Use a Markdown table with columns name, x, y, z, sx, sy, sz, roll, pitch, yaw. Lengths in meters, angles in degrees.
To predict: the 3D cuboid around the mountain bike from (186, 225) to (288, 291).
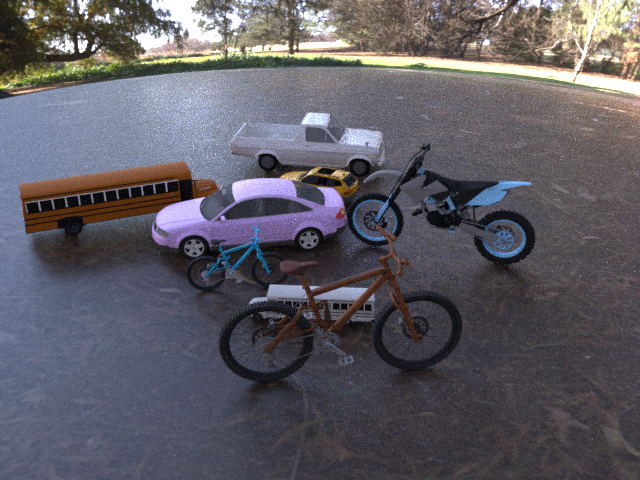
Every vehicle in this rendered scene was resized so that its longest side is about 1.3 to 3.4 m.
| name | x | y | z | sx | sy | sz | roll | pitch | yaw |
| --- | --- | --- | --- | --- | --- | --- | --- | --- | --- |
| mountain bike | -1.169 | 0.317 | 9.930 | 1.469 | 0.868 | 0.573 | -3 | 28 | -6 |

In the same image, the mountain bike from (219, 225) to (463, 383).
| name | x | y | z | sx | sy | sz | roll | pitch | yaw |
| --- | --- | --- | --- | --- | --- | --- | --- | --- | --- |
| mountain bike | 0.264 | 0.860 | 7.989 | 2.857 | 1.688 | 1.114 | -3 | 28 | -6 |

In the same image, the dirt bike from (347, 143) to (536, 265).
| name | x | y | z | sx | sy | sz | roll | pitch | yaw |
| --- | --- | --- | --- | --- | --- | --- | --- | --- | --- |
| dirt bike | 1.822 | -0.503 | 10.647 | 2.903 | 1.666 | 1.024 | 8 | 28 | 15 |

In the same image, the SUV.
| name | x | y | z | sx | sy | sz | roll | pitch | yaw |
| --- | --- | --- | --- | --- | --- | --- | --- | --- | --- |
| SUV | -0.051 | -1.039 | 12.866 | 1.572 | 0.580 | 0.656 | 12 | 30 | 22 |

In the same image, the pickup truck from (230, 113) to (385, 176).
| name | x | y | z | sx | sy | sz | roll | pitch | yaw |
| --- | --- | --- | --- | --- | --- | --- | --- | --- | --- |
| pickup truck | -0.223 | -2.037 | 14.346 | 3.117 | 0.993 | 1.244 | 4 | 28 | 8 |

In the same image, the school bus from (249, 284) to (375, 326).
| name | x | y | z | sx | sy | sz | roll | pitch | yaw |
| --- | --- | --- | --- | --- | --- | --- | --- | --- | --- |
| school bus | -0.116 | 0.858 | 9.356 | 1.708 | 0.434 | 0.365 | 2 | 27 | 4 |

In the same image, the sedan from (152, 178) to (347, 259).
| name | x | y | z | sx | sy | sz | roll | pitch | yaw |
| --- | --- | --- | --- | --- | --- | --- | --- | --- | --- |
| sedan | -1.131 | -0.436 | 11.308 | 3.137 | 0.940 | 1.235 | -4 | 28 | -8 |

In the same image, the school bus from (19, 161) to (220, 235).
| name | x | y | z | sx | sy | sz | roll | pitch | yaw |
| --- | --- | --- | --- | --- | --- | --- | --- | --- | --- |
| school bus | -3.343 | -0.754 | 12.027 | 3.322 | 0.844 | 0.709 | -11 | 29 | -20 |
